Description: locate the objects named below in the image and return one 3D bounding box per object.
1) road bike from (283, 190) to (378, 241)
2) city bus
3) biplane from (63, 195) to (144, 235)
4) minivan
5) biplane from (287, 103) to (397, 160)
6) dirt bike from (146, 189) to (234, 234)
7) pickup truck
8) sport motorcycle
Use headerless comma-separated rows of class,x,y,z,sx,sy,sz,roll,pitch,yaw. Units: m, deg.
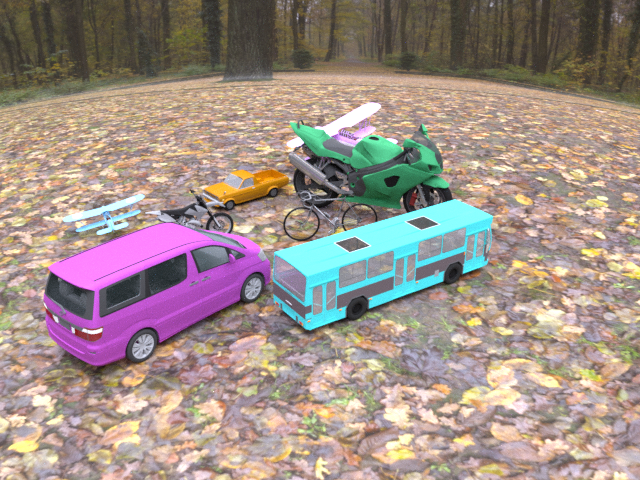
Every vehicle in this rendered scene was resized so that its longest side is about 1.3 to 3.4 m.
road bike,0.175,-0.403,11.247,1.545,0.852,0.358,-4,26,-8
city bus,0.945,0.308,9.714,3.255,0.894,0.926,-16,30,-30
biplane,-3.502,-0.337,11.511,1.336,0.504,1.090,-11,28,-22
minivan,-1.965,0.476,9.014,1.324,1.197,3.011,20,32,36
biplane,0.551,-2.070,14.576,2.598,0.981,2.120,-23,34,-39
dirt bike,-2.075,-0.296,11.017,1.493,0.857,0.527,-13,28,-25
pickup truck,-1.352,-1.010,12.908,1.603,0.511,0.640,-20,32,-35
sport motorcycle,0.843,-1.179,12.005,2.955,1.596,0.983,10,27,20
